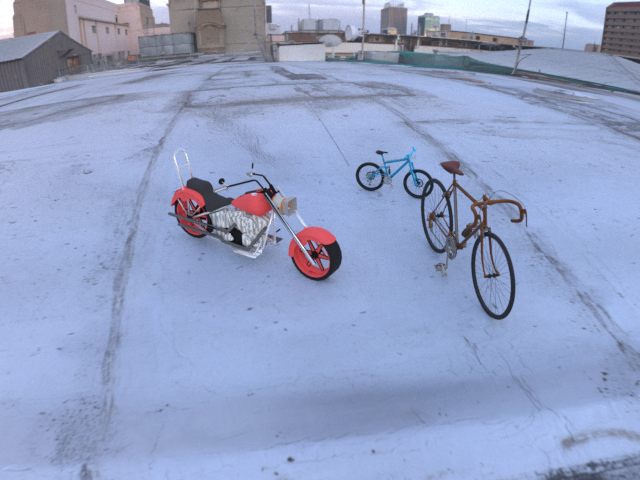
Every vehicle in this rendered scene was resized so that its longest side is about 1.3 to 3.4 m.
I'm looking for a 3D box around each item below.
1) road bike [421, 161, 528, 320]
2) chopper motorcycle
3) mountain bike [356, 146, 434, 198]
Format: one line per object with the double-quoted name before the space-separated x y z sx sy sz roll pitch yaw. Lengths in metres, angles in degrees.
"road bike" 2.016 -0.170 9.825 0.697 1.656 3.004 -7 29 -13
"chopper motorcycle" -1.034 -0.402 10.455 3.040 1.480 0.906 16 32 28
"mountain bike" 1.346 -1.223 12.665 1.469 0.868 0.573 11 30 19
